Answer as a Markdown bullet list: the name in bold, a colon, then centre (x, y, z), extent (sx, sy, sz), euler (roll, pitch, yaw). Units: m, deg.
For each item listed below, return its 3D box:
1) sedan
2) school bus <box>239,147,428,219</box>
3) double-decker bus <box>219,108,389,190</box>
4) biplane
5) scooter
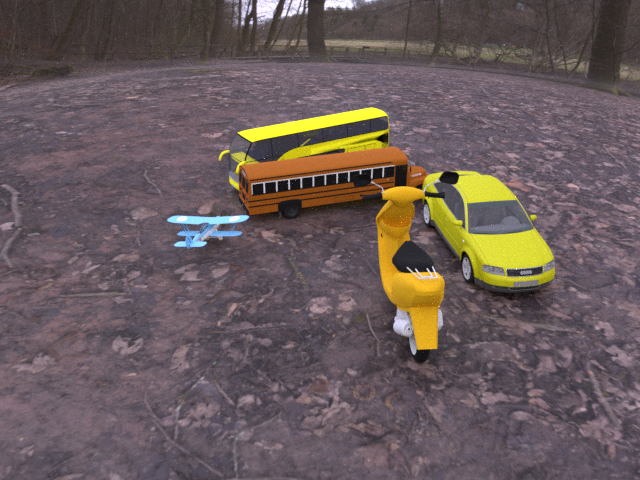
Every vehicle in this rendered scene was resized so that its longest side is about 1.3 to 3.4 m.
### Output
- **sedan**: centre (2.400, -0.305, 10.290), extent (1.235, 0.940, 3.137), euler (-4, 27, -8)
- **school bus**: centre (0.318, -0.995, 11.744), extent (3.322, 0.844, 0.709), euler (-9, 28, -17)
- **double-decker bus**: centre (-0.200, -1.639, 12.776), extent (3.251, 1.052, 0.756), euler (-15, 31, -28)
- **biplane**: centre (-1.737, -0.121, 10.408), extent (1.336, 0.504, 1.090), euler (9, 28, 17)
- **scooter**: centre (1.055, 0.136, 8.496), extent (1.288, 1.786, 2.721), euler (-2, 27, -4)
